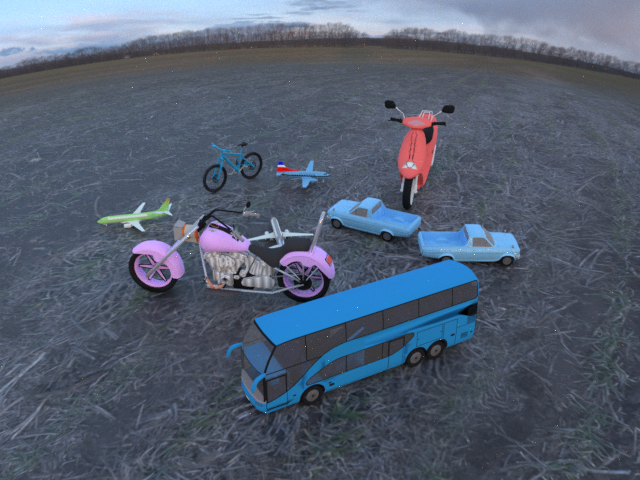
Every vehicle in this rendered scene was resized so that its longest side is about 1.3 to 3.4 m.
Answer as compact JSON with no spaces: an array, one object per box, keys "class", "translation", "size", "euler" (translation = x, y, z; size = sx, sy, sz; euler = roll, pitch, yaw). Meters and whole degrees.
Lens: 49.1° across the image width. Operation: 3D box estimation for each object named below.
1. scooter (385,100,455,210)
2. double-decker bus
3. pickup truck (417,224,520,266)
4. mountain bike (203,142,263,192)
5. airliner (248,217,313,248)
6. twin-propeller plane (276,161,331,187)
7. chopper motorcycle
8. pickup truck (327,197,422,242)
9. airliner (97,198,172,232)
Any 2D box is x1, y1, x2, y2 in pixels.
[{"class":"scooter","translation":[1.888,-1.854,13.416],"size":[1.288,1.786,2.721],"euler":[7,29,13]},{"class":"double-decker bus","translation":[0.502,1.152,8.609],"size":[3.251,1.052,0.756],"euler":[-15,32,-25]},{"class":"pickup truck","translation":[2.378,0.053,11.219],"size":[1.603,0.511,0.640],"euler":[0,28,1]},{"class":"mountain bike","translation":[-1.699,-1.476,13.681],"size":[0.573,0.868,1.469],"euler":[25,37,38]},{"class":"airliner","translation":[-0.709,-0.192,11.759],"size":[1.161,0.429,1.307],"euler":[-5,29,-10]},{"class":"twin-propeller plane","translation":[-0.326,-1.355,13.944],"size":[1.095,0.407,1.370],"euler":[3,28,5]},{"class":"chopper motorcycle","translation":[-1.293,0.168,9.983],"size":[3.040,1.480,0.906],"euler":[5,29,9]},{"class":"pickup truck","translation":[0.922,-0.409,12.077],"size":[1.603,0.511,0.640],"euler":[15,32,25]},{"class":"airliner","translation":[-3.258,-0.486,12.305],"size":[1.307,0.429,1.161],"euler":[-6,29,-11]}]
